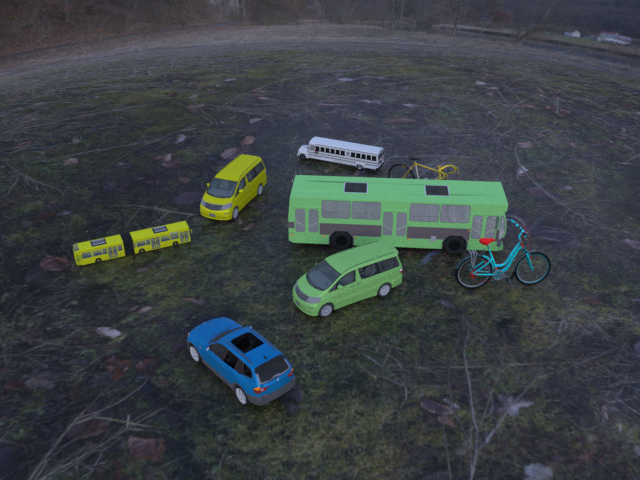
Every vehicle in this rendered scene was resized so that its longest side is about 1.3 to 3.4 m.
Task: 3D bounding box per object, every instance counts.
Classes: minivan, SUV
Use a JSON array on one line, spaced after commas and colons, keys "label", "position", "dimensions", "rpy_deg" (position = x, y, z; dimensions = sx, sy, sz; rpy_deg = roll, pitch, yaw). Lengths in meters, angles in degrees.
[{"label": "minivan", "position": [0.374, 0.507, 9.571], "dimensions": [1.548, 0.616, 0.681], "rpy_deg": [-17, 34, -26]}, {"label": "SUV", "position": [-0.952, 1.326, 8.211], "dimensions": [0.656, 0.580, 1.572], "rpy_deg": [-24, 38, -34]}, {"label": "minivan", "position": [-1.477, -0.907, 11.977], "dimensions": [0.681, 0.616, 1.548], "rpy_deg": [11, 32, 18]}]

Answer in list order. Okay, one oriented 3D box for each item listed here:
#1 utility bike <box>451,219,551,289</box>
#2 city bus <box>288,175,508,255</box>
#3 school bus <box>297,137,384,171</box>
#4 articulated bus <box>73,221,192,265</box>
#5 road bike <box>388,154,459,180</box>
[{"label": "utility bike", "position": [2.528, 0.222, 9.730], "dimensions": [1.435, 0.946, 0.535], "rpy_deg": [-3, 31, -5]}, {"label": "city bus", "position": [1.168, -0.387, 10.817], "dimensions": [3.255, 0.894, 0.926], "rpy_deg": [2, 31, 4]}, {"label": "school bus", "position": [0.376, -1.668, 13.453], "dimensions": [1.708, 0.434, 0.365], "rpy_deg": [13, 33, 20]}, {"label": "articulated bus", "position": [-2.839, 0.044, 10.682], "dimensions": [1.749, 0.289, 0.311], "rpy_deg": [-13, 33, -21]}, {"label": "road bike", "position": [1.778, -0.997, 11.898], "dimensions": [1.545, 0.852, 0.358], "rpy_deg": [25, 38, 35]}]
